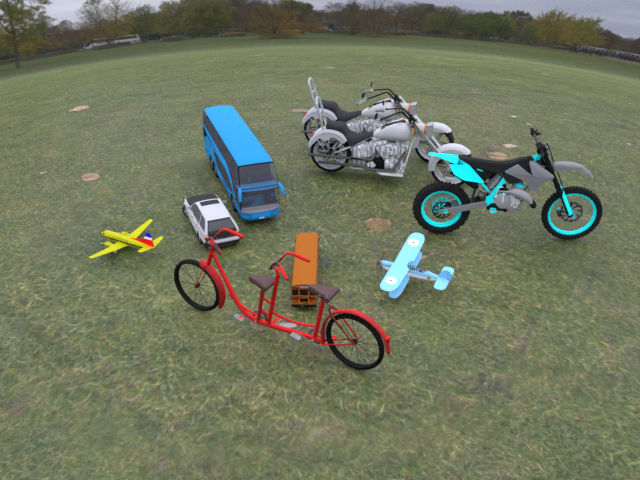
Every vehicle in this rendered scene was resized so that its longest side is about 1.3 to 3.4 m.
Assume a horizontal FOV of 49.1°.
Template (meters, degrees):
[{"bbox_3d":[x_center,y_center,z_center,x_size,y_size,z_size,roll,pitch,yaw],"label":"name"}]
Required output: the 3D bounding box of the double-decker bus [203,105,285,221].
[{"bbox_3d":[-1.453,-1.411,12.488,0.756,1.052,3.251,-10,31,-17],"label":"double-decker bus"}]

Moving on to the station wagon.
[{"bbox_3d":[-1.777,-0.413,11.325,0.682,0.473,1.597,-11,32,-19],"label":"station wagon"}]

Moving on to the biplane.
[{"bbox_3d":[1.306,0.450,9.784,1.090,0.504,1.336,14,32,22],"label":"biplane"}]

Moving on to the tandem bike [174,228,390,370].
[{"bbox_3d":[-0.579,0.672,8.568,3.192,1.326,0.550,16,34,26],"label":"tandem bike"}]

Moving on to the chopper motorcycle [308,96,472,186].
[{"bbox_3d":[1.270,-1.790,12.719,3.040,1.480,0.906,7,30,11],"label":"chopper motorcycle"}]

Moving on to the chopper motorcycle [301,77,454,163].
[{"bbox_3d":[1.114,-2.344,13.689,3.040,1.480,0.906,8,31,13],"label":"chopper motorcycle"}]

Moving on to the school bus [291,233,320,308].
[{"bbox_3d":[-0.198,0.359,10.013,0.365,0.434,1.708,0,30,1],"label":"school bus"}]

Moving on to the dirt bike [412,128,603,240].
[{"bbox_3d":[2.913,-0.790,10.781,2.903,1.666,1.024,3,30,5],"label":"dirt bike"}]

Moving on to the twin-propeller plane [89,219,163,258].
[{"bbox_3d":[-2.964,-0.037,10.733,1.095,0.407,1.370,15,33,25],"label":"twin-propeller plane"}]
